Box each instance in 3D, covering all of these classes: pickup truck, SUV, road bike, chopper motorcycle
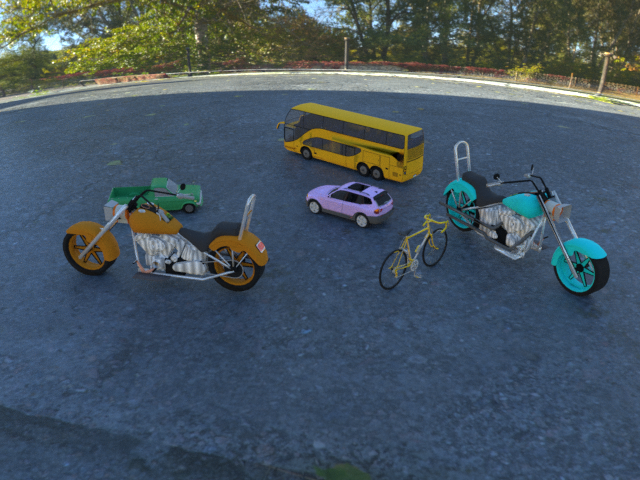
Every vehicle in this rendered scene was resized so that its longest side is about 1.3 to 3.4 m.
[{"bbox_3d":[-2.847,-0.778,12.150,1.603,0.511,0.640,-3,26,-6],"label":"pickup truck"},{"bbox_3d":[0.495,-0.686,11.884,1.572,0.580,0.656,18,31,32],"label":"SUV"},{"bbox_3d":[1.348,0.147,9.896,1.545,0.852,0.358,-24,35,-39],"label":"road bike"},{"bbox_3d":[2.934,-0.378,10.248,0.906,1.480,3.040,-16,30,-29],"label":"chopper motorcycle"},{"bbox_3d":[-2.185,-0.072,9.629,3.040,1.480,0.906,7,27,13],"label":"chopper motorcycle"}]

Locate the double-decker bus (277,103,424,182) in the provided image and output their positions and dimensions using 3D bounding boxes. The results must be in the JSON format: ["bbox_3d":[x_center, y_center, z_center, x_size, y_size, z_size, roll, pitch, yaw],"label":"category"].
[{"bbox_3d":[0.566,-1.997,14.001,3.251,1.052,0.756,21,33,35],"label":"double-decker bus"}]
